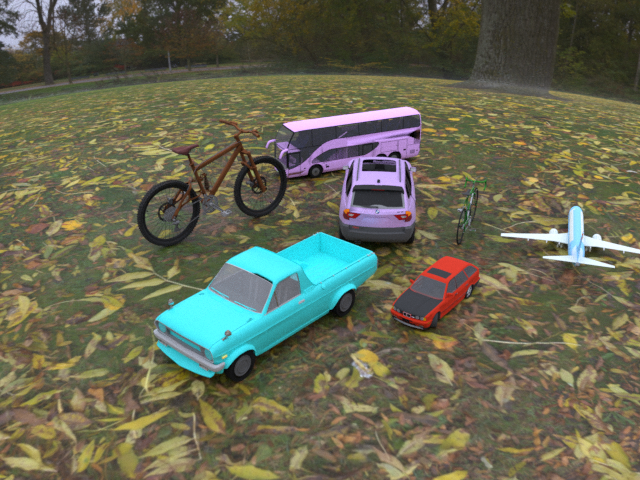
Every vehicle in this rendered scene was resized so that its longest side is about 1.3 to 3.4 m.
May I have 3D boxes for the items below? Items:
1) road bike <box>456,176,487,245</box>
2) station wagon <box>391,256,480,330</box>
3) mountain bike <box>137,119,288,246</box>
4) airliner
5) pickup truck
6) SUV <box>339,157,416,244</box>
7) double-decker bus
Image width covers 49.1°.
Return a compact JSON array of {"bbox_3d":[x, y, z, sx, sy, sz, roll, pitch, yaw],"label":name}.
[{"bbox_3d":[2.443,-0.521,11.512,0.358,0.852,1.545,11,28,20],"label":"road bike"},{"bbox_3d":[1.586,0.662,9.527,0.682,0.473,1.597,19,32,33],"label":"station wagon"},{"bbox_3d":[-1.690,-0.936,11.409,2.857,1.688,1.114,-20,33,-35],"label":"mountain bike"},{"bbox_3d":[4.022,-0.218,10.914,2.257,0.835,2.541,8,27,16],"label":"airliner"},{"bbox_3d":[-0.592,0.646,8.970,1.244,0.993,3.117,21,33,36],"label":"pickup truck"},{"bbox_3d":[1.000,-0.892,11.955,1.276,1.128,3.058,2,26,5],"label":"SUV"},{"bbox_3d":[0.545,-1.989,14.280,3.251,1.052,0.756,-12,28,-22],"label":"double-decker bus"}]
